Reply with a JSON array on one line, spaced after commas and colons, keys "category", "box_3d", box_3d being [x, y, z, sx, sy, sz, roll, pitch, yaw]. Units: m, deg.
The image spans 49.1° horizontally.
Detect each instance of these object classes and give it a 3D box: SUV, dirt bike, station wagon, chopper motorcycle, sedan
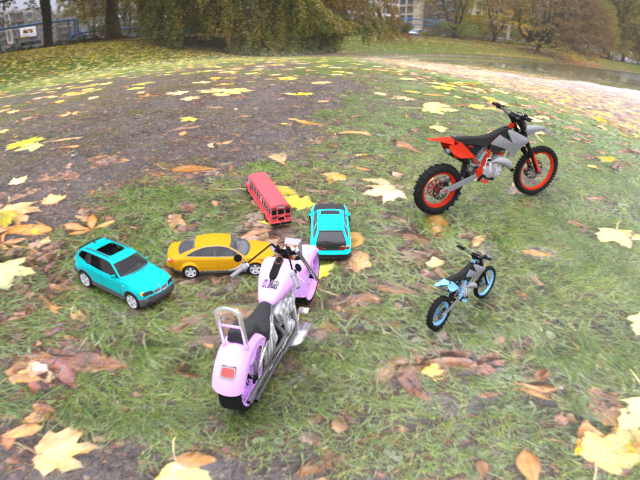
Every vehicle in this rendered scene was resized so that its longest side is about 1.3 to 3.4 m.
[{"category": "SUV", "box_3d": [-2.736, 0.417, 9.690, 1.572, 0.580, 0.656, 19, 33, 31]}, {"category": "dirt bike", "box_3d": [1.868, 0.577, 9.101, 1.493, 0.857, 0.527, -25, 37, -38]}, {"category": "station wagon", "box_3d": [0.160, -0.243, 11.026, 0.682, 0.473, 1.597, 0, 28, 0]}, {"category": "dirt bike", "box_3d": [2.886, -1.373, 11.865, 2.903, 1.666, 1.024, -11, 30, -20]}, {"category": "chopper motorcycle", "box_3d": [-0.525, 0.681, 8.254, 0.906, 1.480, 3.040, 8, 29, 14]}, {"category": "sedan", "box_3d": [-1.424, 0.184, 10.223, 1.613, 0.483, 0.635, -2, 28, -4]}]

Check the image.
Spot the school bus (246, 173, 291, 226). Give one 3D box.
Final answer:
[{"category": "school bus", "box_3d": [-0.914, -0.743, 11.995, 0.365, 0.434, 1.708, -10, 30, -18]}]
